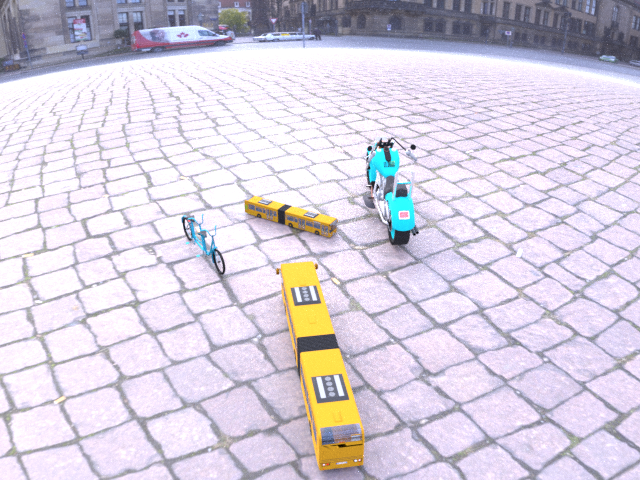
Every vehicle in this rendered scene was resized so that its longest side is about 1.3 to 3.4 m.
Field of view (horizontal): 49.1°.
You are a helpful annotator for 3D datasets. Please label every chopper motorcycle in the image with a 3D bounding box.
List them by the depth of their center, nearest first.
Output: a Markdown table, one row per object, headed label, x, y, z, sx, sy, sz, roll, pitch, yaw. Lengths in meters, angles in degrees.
| label | x | y | z | sx | sy | sz | roll | pitch | yaw |
| --- | --- | --- | --- | --- | --- | --- | --- | --- | --- |
| chopper motorcycle | 1.147 | -1.094 | 11.898 | 0.906 | 1.480 | 3.040 | -3 | 30 | -5 |

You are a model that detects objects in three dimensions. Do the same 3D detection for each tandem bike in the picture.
| label | x | y | z | sx | sy | sz | roll | pitch | yaw |
| --- | --- | --- | --- | --- | --- | --- | --- | --- | --- |
| tandem bike | -1.839 | -0.055 | 10.893 | 0.283 | 0.682 | 1.642 | -17 | 34 | -27 |

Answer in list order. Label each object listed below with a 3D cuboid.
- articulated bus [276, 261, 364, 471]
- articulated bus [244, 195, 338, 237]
| label | x | y | z | sx | sy | sz | roll | pitch | yaw |
| --- | --- | --- | --- | --- | --- | --- | --- | --- | --- |
| articulated bus | -0.051 | 1.343 | 8.587 | 0.605 | 0.561 | 3.401 | -5 | 30 | -8 |
| articulated bus | -0.508 | -0.411 | 11.905 | 1.749 | 0.289 | 0.311 | 16 | 34 | 26 |
